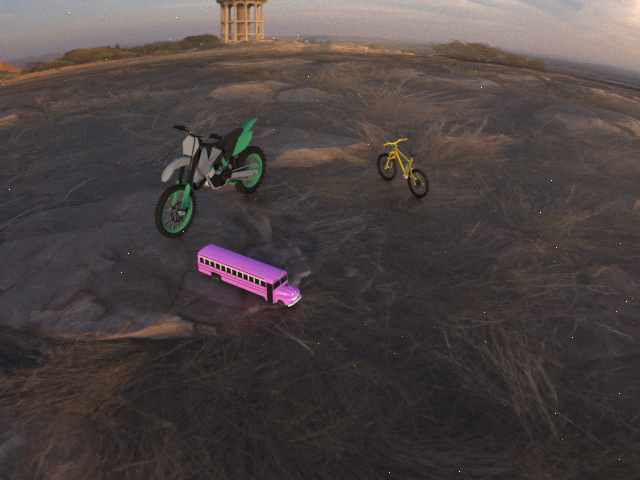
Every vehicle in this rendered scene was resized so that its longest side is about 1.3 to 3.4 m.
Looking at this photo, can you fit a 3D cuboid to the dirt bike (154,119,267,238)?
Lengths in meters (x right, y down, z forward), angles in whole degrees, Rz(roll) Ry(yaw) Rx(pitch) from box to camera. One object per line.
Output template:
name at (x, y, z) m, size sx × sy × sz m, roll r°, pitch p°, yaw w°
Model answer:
dirt bike at (-1.819, -1.203, 12.030) m, size 1.024 × 1.666 × 2.903 m, roll 17°, pitch 34°, yaw 27°

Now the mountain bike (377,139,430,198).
mountain bike at (1.549, -1.357, 13.109) m, size 0.573 × 0.868 × 1.469 m, roll -19°, pitch 35°, yaw -29°

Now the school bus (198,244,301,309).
school bus at (-1.039, 0.521, 10.246) m, size 1.708 × 0.434 × 0.365 m, roll 18°, pitch 34°, yaw 29°
